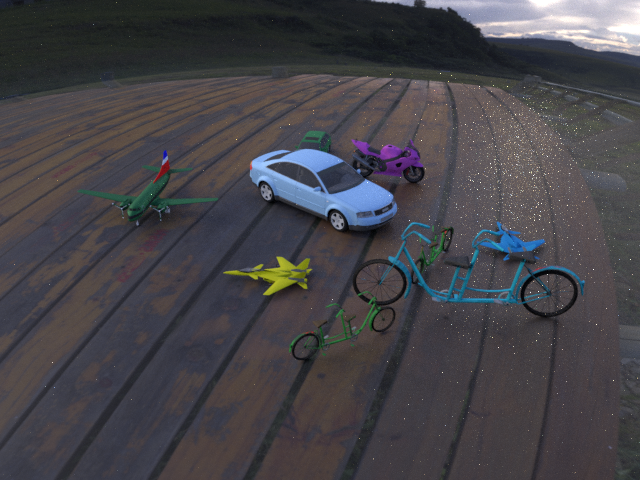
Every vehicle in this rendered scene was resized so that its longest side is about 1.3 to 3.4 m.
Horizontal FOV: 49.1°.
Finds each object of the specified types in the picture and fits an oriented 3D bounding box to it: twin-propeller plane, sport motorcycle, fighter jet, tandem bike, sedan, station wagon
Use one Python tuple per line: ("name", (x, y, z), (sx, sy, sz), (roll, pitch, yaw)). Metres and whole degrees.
("twin-propeller plane", (-3.120, -0.959, 12.896), (2.663, 0.792, 2.129), (4, 28, 7))
("sport motorcycle", (1.362, -1.597, 14.063), (1.520, 0.821, 0.506), (8, 29, 15))
("fighter jet", (-0.827, 0.471, 10.750), (1.358, 0.286, 1.147), (3, 28, 6))
("fighter jet", (3.193, -0.082, 11.788), (1.147, 0.286, 1.358), (-2, 28, -4))
("tandem bike", (2.049, 0.440, 9.702), (3.192, 1.326, 0.550), (3, 28, 6))
("sedan", (0.017, -1.050, 12.911), (3.137, 0.940, 1.235), (24, 36, 37))
("station wagon", (-0.180, -1.958, 15.110), (0.682, 0.473, 1.597), (6, 29, 11))
("tandem bike", (0.320, 1.102, 9.145), (1.642, 0.682, 0.283), (-15, 32, -26))
("tandem bike", (1.792, 0.108, 11.010), (0.283, 0.682, 1.642), (16, 32, 27))
